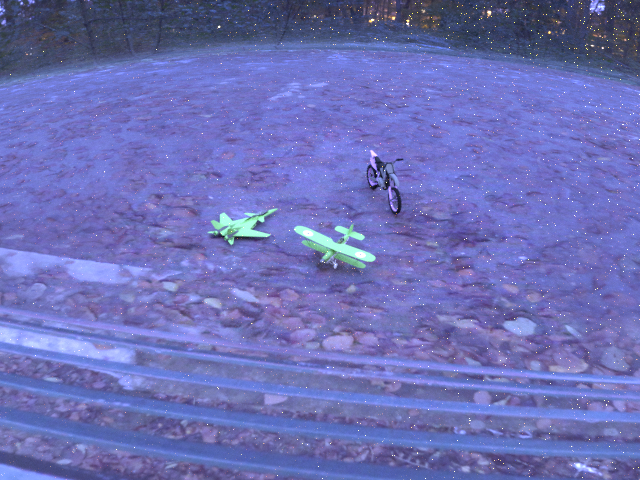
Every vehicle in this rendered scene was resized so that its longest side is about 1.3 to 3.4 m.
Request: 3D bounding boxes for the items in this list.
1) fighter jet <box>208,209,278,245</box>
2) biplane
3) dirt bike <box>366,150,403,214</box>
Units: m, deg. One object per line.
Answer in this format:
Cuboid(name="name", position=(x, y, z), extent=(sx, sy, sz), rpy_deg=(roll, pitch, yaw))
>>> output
Cuboid(name="fighter jet", position=(-1.188, -0.362, 11.741), extent=(1.147, 0.286, 1.358), rpy_deg=(24, 38, 35))
Cuboid(name="biplane", position=(0.289, 0.102, 10.742), extent=(1.336, 0.504, 1.090), rpy_deg=(15, 34, 23))
Cuboid(name="dirt bike", position=(1.141, -1.090, 12.414), extent=(0.527, 0.857, 1.493), rpy_deg=(-9, 32, -15))
